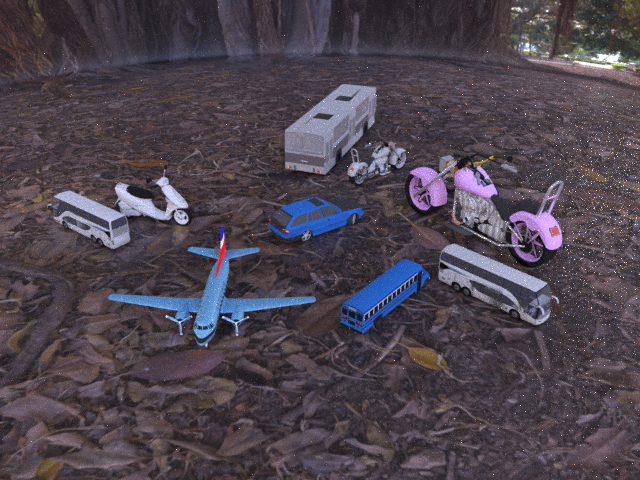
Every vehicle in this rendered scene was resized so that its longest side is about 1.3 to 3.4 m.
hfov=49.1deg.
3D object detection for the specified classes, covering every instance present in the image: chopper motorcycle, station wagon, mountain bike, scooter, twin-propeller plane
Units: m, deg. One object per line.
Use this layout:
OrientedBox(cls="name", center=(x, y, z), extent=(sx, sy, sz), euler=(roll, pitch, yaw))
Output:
OrientedBox(cls="chopper motorcycle", center=(2.426, -0.679, 10.745), extent=(0.906, 1.480, 3.040), euler=(-19, 34, -30))
OrientedBox(cls="station wagon", center=(-0.039, -0.415, 11.311), extent=(1.597, 0.473, 0.682), euler=(-19, 34, -31))
OrientedBox(cls="mountain bike", center=(2.550, -1.068, 12.092), extent=(0.573, 0.868, 1.469), euler=(-18, 34, -30))
OrientedBox(cls="scooter", center=(-2.746, -0.710, 11.385), extent=(1.399, 0.919, 0.662), euler=(8, 30, 14))
OrientedBox(cls="twin-propeller plane", center=(-1.382, 0.602, 9.122), extent=(2.663, 0.792, 2.129), euler=(1, 29, 1))
OrientedBox(cls="chopper motorcycle", center=(1.095, -1.523, 13.034), extent=(0.466, 0.761, 1.563), euler=(25, 38, 38))

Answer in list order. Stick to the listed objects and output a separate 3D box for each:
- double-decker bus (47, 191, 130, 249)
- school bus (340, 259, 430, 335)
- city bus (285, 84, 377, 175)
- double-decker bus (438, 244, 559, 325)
OrientedBox(cls="double-decker bus", center=(-3.677, -0.343, 11.109), extent=(1.672, 0.541, 0.389), euler=(21, 35, 33))
OrientedBox(cls="school bus", center=(0.916, 0.696, 9.324), extent=(0.365, 0.434, 1.708), euler=(21, 35, 33))
OrientedBox(cls="city bus", center=(0.291, -2.282, 14.281), extent=(0.926, 0.894, 3.255), euler=(10, 30, 18))
OrientedBox(cls="double-decker bus", center=(2.349, 0.592, 9.403), extent=(0.389, 0.541, 1.672), euler=(-25, 37, -38))
